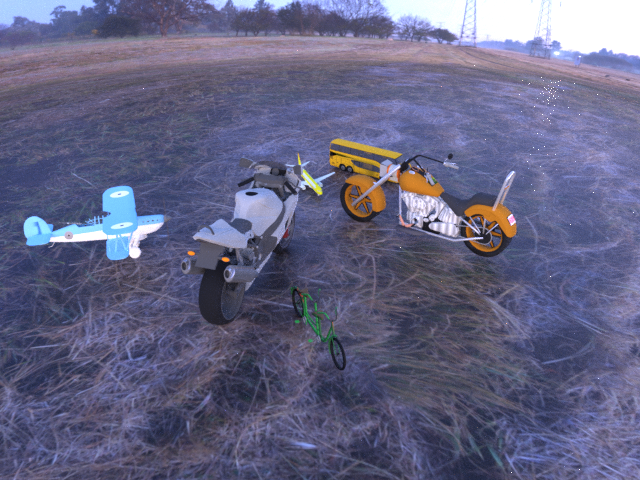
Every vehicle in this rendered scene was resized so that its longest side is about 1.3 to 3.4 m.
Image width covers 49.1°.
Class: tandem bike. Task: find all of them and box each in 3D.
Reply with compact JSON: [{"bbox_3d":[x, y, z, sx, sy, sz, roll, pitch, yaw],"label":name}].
[{"bbox_3d":[-0.042,0.962,8.722,0.283,0.682,1.642,-12,30,-21],"label":"tandem bike"}]

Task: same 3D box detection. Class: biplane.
[{"bbox_3d":[-3.313,-0.189,10.562,2.120,0.981,2.598,-8,29,-14],"label":"biplane"}]

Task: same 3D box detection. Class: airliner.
[{"bbox_3d":[-0.204,-1.218,13.076,1.161,0.429,1.307,-10,30,-18],"label":"airliner"}]

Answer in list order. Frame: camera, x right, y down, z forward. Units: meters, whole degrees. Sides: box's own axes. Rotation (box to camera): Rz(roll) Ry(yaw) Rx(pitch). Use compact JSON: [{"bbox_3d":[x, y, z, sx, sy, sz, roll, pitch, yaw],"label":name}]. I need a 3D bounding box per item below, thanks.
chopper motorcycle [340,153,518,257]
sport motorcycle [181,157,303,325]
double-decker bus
[{"bbox_3d":[1.634,-0.694,10.979,3.040,1.480,0.906,19,33,31],"label":"chopper motorcycle"},{"bbox_3d":[-0.945,-0.081,9.706,0.983,1.596,2.955,9,29,17],"label":"sport motorcycle"},{"bbox_3d":[0.940,-1.527,13.536,1.672,0.541,0.389,19,33,31],"label":"double-decker bus"}]
